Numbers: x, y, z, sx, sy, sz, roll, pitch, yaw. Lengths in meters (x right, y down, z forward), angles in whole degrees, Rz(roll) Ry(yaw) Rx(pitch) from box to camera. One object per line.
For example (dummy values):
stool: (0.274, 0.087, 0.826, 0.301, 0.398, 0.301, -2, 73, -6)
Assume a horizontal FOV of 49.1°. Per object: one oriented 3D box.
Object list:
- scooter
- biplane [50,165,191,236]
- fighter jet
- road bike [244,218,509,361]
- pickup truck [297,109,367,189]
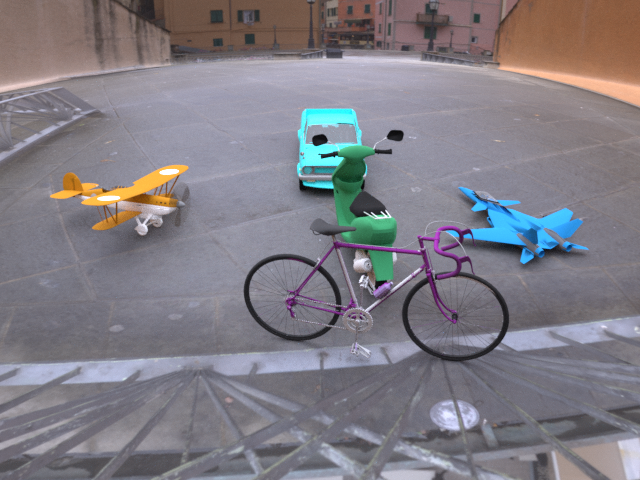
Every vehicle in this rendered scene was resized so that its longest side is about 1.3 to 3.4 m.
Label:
scooter: (0.576, -0.534, 9.687, 1.288, 1.786, 2.721, -5, 28, -9)
biplane: (-3.015, -0.652, 10.784, 2.120, 0.981, 2.598, 8, 29, 15)
fighter jet: (2.883, -0.494, 10.940, 2.229, 0.557, 2.640, -10, 29, -19)
road bike: (0.580, 0.543, 7.762, 3.004, 1.656, 0.697, 6, 28, 11)
pickup truck: (0.197, -1.871, 13.108, 1.244, 0.993, 3.117, 0, 28, -1)
